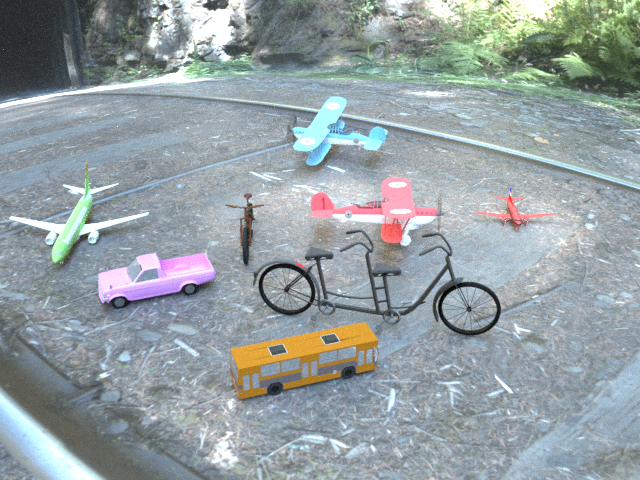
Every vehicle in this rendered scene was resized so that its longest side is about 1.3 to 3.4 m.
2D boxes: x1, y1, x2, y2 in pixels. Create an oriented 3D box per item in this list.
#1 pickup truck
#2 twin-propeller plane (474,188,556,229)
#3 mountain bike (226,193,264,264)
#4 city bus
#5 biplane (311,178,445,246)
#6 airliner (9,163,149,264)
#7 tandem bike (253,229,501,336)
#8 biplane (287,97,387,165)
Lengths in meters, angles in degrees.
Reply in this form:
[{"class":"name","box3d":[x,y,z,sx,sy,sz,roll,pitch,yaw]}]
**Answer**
[{"class":"pickup truck","box3d":[-2.287,0.489,9.791,1.603,0.511,0.640,-10,28,-20]},{"class":"twin-propeller plane","box3d":[3.318,-0.531,11.970,1.370,0.407,1.095,2,26,4]},{"class":"mountain bike","box3d":[-1.129,-0.258,10.898,0.573,0.868,1.469,0,26,-1]},{"class":"city bus","box3d":[-0.172,1.387,8.032,1.674,0.460,0.476,-9,28,-18]},{"class":"biplane","box3d":[0.913,-0.447,11.154,2.120,0.981,2.598,2,26,4]},{"class":"airliner","box3d":[-3.980,-0.447,11.317,2.257,0.835,2.541,-2,26,-4]},{"class":"tandem bike","box3d":[0.677,0.505,8.839,3.192,1.326,0.550,5,27,11]},{"class":"biplane","box3d":[0.328,-2.151,14.599,2.120,0.981,2.598,8,27,16]}]
